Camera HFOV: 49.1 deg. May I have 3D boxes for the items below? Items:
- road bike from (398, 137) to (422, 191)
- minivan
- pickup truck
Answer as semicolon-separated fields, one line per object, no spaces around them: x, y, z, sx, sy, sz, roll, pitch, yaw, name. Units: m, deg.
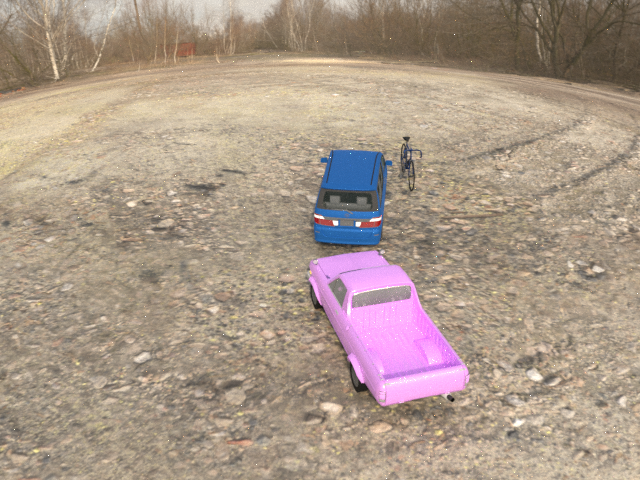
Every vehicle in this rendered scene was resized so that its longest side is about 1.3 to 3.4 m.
1.754;-1.582;13.972;0.358;0.852;1.545;-1;28;-3;road bike
0.601;-0.963;12.466;1.324;1.197;3.011;3;29;6;minivan
0.763;0.961;9.129;1.244;0.993;3.117;-8;29;-14;pickup truck
